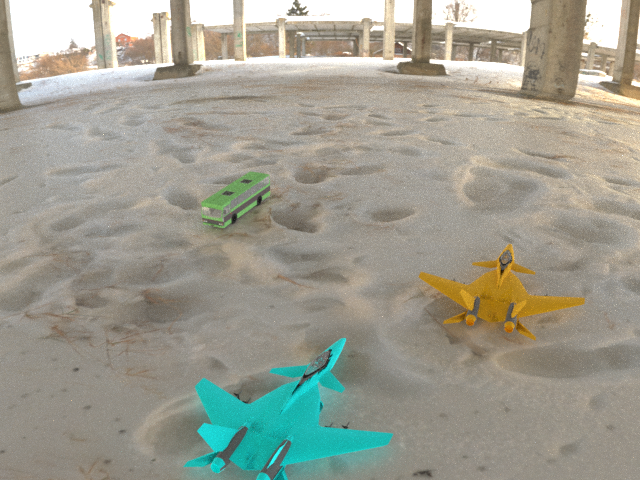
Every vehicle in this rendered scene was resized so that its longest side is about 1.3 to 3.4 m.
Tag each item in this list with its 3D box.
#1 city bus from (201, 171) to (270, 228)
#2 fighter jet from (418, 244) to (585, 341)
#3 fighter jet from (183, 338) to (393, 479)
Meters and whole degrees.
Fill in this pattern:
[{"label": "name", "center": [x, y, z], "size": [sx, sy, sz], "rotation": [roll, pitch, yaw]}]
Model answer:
[{"label": "city bus", "center": [-1.446, -0.708, 12.278], "size": [0.476, 0.460, 1.674], "rotation": [11, 28, 22]}, {"label": "fighter jet", "center": [2.535, 0.445, 9.748], "size": [2.229, 0.557, 2.640], "rotation": [9, 27, 18]}, {"label": "fighter jet", "center": [-0.236, 1.561, 7.408], "size": [2.229, 0.557, 2.640], "rotation": [11, 28, 22]}]
